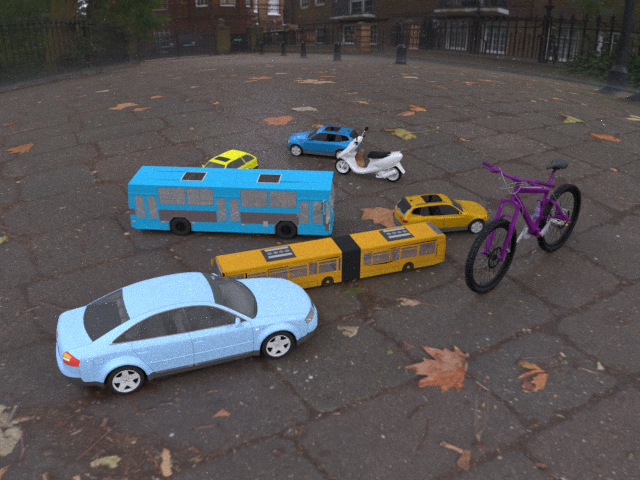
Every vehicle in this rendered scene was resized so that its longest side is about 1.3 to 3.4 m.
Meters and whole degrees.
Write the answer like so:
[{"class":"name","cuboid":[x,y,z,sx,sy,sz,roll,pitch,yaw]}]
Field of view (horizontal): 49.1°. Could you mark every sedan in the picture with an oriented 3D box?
[{"class":"sedan","cuboid":[-1.555,0.942,8.450,3.137,0.940,1.235,-10,30,-18]}]

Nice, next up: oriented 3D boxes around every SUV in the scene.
[{"class":"SUV","cuboid":[0.083,-2.054,14.497,1.572,0.580,0.656,8,29,15]},{"class":"SUV","cuboid":[1.983,-0.445,11.456,1.572,0.580,0.656,-6,28,-10]}]

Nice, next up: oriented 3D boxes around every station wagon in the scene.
[{"class":"station wagon","cuboid":[-1.847,-1.297,13.181,0.682,0.473,1.597,16,32,28]}]

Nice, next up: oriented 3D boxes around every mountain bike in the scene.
[{"class":"mountain bike","cuboid":[3.007,-0.321,10.038,2.857,1.688,1.114,-23,36,-37]}]

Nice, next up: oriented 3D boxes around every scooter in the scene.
[{"class":"scooter","cuboid":[0.939,-1.600,13.276,1.399,0.919,0.662,10,30,19]}]

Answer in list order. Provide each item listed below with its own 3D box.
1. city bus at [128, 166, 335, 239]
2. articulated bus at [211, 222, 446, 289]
[{"class":"city bus","cuboid":[-1.404,-0.610,11.432,3.255,0.894,0.926,2,28,4]},{"class":"articulated bus","cuboid":[0.183,0.291,10.086,3.401,0.561,0.605,-9,29,-17]}]
